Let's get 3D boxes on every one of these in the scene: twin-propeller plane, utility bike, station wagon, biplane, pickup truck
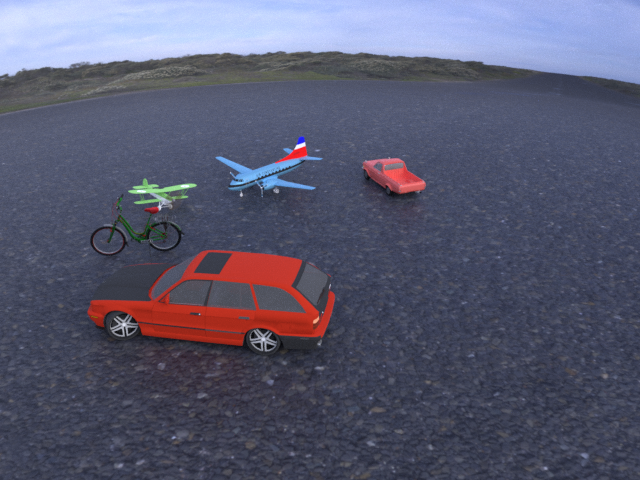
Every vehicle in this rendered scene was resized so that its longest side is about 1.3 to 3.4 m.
[{"bbox_3d":[-0.969,-1.415,13.512,2.663,0.792,2.129,21,33,37],"label":"twin-propeller plane"},{"bbox_3d":[-2.814,-0.186,10.745,1.435,0.946,0.535,-5,26,-11],"label":"utility bike"},{"bbox_3d":[-1.398,0.681,8.951,3.105,0.920,1.327,4,26,9],"label":"station wagon"},{"bbox_3d":[-2.899,-0.842,12.640,1.336,0.504,1.090,-22,33,-38],"label":"biplane"},{"bbox_3d":[1.404,-1.277,13.549,0.640,0.511,1.603,-10,27,-21],"label":"pickup truck"}]
